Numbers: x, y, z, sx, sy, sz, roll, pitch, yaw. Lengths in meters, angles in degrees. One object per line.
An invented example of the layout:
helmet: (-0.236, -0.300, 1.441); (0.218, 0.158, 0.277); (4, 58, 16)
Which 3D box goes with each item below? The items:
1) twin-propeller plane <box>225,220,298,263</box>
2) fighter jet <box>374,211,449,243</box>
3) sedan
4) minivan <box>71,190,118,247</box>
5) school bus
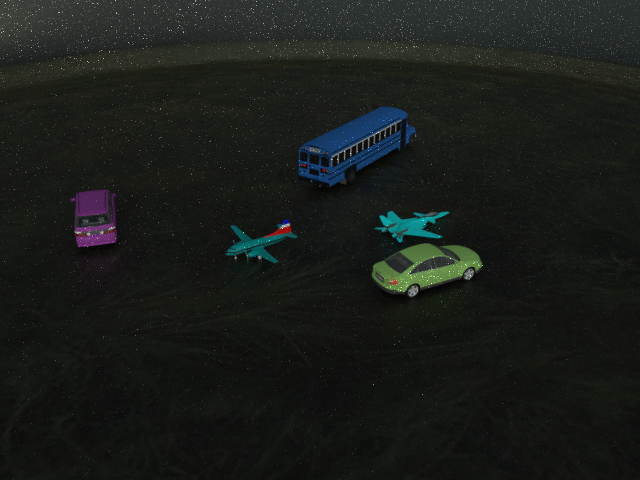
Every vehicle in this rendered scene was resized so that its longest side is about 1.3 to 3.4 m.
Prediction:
twin-propeller plane: (-0.886, -0.004, 10.198); (1.095, 0.407, 1.370); (-16, 32, -29)
fighter jet: (1.557, -0.341, 10.979); (1.358, 0.286, 1.147); (-19, 33, -32)
sedan: (1.472, 0.326, 9.477); (1.613, 0.483, 0.635); (-14, 30, -24)
minivan: (-3.472, -0.431, 10.795); (0.681, 0.616, 1.548); (-8, 28, -15)
school bus: (0.823, -1.834, 13.257); (0.709, 0.844, 3.322); (17, 32, 30)
